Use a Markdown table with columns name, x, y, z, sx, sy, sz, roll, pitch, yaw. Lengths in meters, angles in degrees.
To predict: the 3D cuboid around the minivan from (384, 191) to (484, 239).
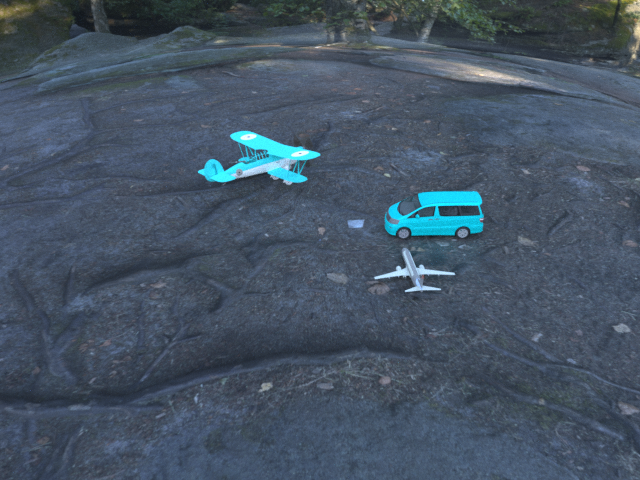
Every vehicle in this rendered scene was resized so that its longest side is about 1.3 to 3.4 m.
| name | x | y | z | sx | sy | sz | roll | pitch | yaw |
| --- | --- | --- | --- | --- | --- | --- | --- | --- | --- |
| minivan | 1.816 | -0.422 | 11.190 | 1.548 | 0.616 | 0.681 | 0 | 31 | -1 |

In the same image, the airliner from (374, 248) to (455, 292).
| name | x | y | z | sx | sy | sz | roll | pitch | yaw |
| --- | --- | --- | --- | --- | --- | --- | --- | --- | --- |
| airliner | 1.338 | 0.356 | 10.057 | 1.161 | 0.429 | 1.307 | -3 | 31 | -5 |

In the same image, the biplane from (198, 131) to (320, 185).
| name | x | y | z | sx | sy | sz | roll | pitch | yaw |
| --- | --- | --- | --- | --- | --- | --- | --- | --- | --- |
| biplane | -1.107 | -1.362 | 12.423 | 2.120 | 0.981 | 2.598 | -20 | 36 | -30 |
